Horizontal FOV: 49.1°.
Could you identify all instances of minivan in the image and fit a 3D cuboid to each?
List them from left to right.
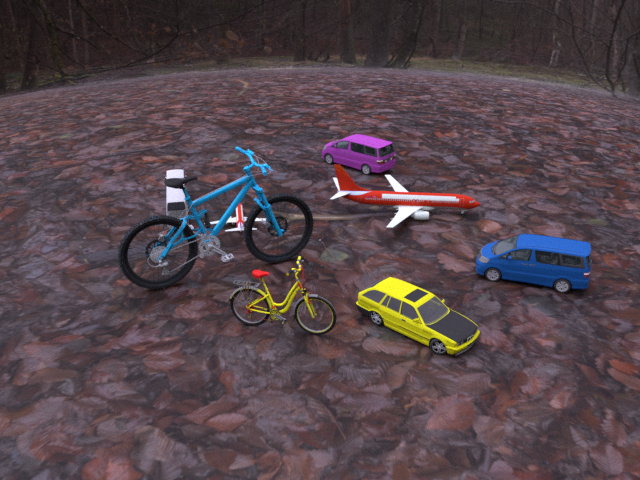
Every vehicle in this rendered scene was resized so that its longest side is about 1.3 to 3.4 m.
[{"bbox_3d":[0.745,-1.764,13.942,1.548,0.616,0.681,21,33,35],"label":"minivan"},{"bbox_3d":[3.007,0.271,9.874,1.548,0.616,0.681,9,28,18],"label":"minivan"}]

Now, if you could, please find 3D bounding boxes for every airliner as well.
[{"bbox_3d":[-1.322,-0.446,11.515,1.161,0.429,1.307,-3,27,-7],"label":"airliner"},{"bbox_3d":[1.459,-0.858,11.886,2.541,0.835,2.257,2,27,4],"label":"airliner"}]

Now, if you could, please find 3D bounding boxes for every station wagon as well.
[{"bbox_3d":[1.219,0.904,8.769,1.597,0.473,0.682,23,34,37],"label":"station wagon"}]

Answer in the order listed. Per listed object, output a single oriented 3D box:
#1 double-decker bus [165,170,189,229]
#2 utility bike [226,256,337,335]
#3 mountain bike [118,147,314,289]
[{"bbox_3d":[-2.448,-0.731,11.961,0.389,0.541,1.672,-5,27,-10],"label":"double-decker bus"},{"bbox_3d":[-0.480,0.677,8.694,1.435,0.946,0.535,6,27,13],"label":"utility bike"},{"bbox_3d":[-1.394,-0.263,9.743,2.857,1.688,1.114,-12,29,-23],"label":"mountain bike"}]
